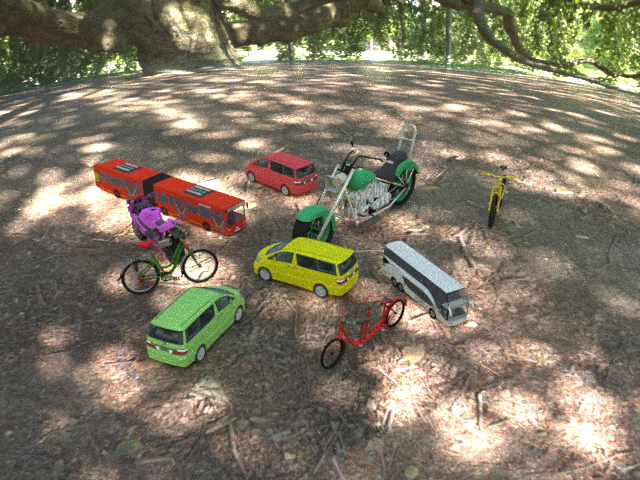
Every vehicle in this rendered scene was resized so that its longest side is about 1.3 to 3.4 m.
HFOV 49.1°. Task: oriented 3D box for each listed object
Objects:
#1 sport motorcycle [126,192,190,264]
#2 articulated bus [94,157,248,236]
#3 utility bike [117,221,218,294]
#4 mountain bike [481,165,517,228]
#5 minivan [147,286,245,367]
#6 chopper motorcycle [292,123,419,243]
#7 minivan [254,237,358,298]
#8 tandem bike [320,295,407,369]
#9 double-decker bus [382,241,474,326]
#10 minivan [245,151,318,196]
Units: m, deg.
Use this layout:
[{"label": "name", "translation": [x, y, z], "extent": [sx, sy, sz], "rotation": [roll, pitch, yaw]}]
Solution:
[{"label": "sport motorcycle", "translation": [-2.538, -0.186, 10.836], "extent": [0.506, 0.821, 1.520], "rotation": [-22, 35, -36]}, {"label": "articulated bus", "translation": [-2.694, -0.805, 12.295], "extent": [3.401, 0.561, 0.605], "rotation": [19, 33, 32]}, {"label": "utility bike", "translation": [-2.165, 0.244, 9.883], "extent": [1.435, 0.946, 0.535], "rotation": [-10, 29, -19]}, {"label": "mountain bike", "translation": [3.056, -0.819, 11.992], "extent": [0.573, 0.868, 1.469], "rotation": [10, 29, 19]}, {"label": "minivan", "translation": [-1.534, 0.966, 8.861], "extent": [0.681, 0.616, 1.548], "rotation": [11, 30, 21]}, {"label": "chopper motorcycle", "translation": [0.653, -0.871, 11.433], "extent": [0.906, 1.480, 3.040], "rotation": [22, 35, 36]}, {"label": "minivan", "translation": [-0.226, 0.323, 10.087], "extent": [1.548, 0.616, 0.681], "rotation": [15, 31, 26]}, {"label": "tandem bike", "translation": [0.575, 1.025, 8.679], "extent": [0.283, 0.682, 1.642], "rotation": [24, 36, 38]}, {"label": "double-decker bus", "translation": [1.440, 0.594, 9.651], "extent": [0.389, 0.541, 1.672], "rotation": [-14, 31, -25]}, {"label": "minivan", "translation": [-0.759, -1.320, 13.219], "extent": [1.548, 0.616, 0.681], "rotation": [24, 36, 38]}]
